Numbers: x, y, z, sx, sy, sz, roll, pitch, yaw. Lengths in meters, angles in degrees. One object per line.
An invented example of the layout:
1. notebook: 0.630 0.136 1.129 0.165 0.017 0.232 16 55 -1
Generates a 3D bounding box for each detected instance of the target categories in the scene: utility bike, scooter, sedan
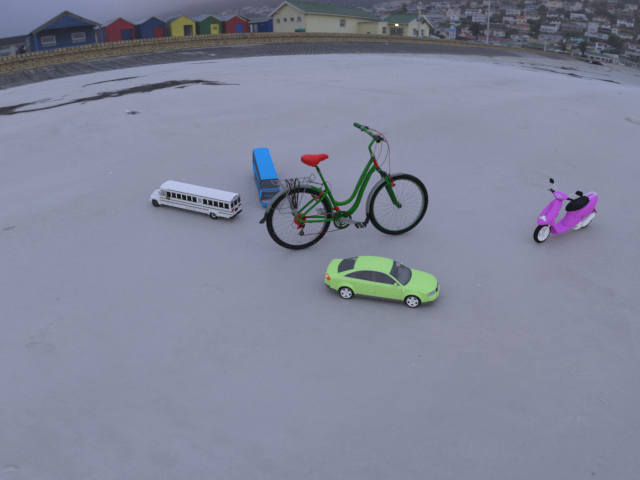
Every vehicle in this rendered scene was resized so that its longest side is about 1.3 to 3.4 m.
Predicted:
1. utility bike: 0.383 -0.837 10.875 2.791 1.839 1.039 -8 30 -15
2. scooter: 3.975 -0.499 11.216 1.399 0.919 0.662 -16 33 -27
3. sedan: 0.868 0.530 9.790 1.613 0.483 0.635 7 29 12

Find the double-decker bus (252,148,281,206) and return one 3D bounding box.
1. double-decker bus: -0.990 -1.150 12.796 0.389 0.541 1.672 -5 29 -9

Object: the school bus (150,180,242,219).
1. school bus: -2.181 -0.705 12.095 1.708 0.434 0.365 12 31 21
